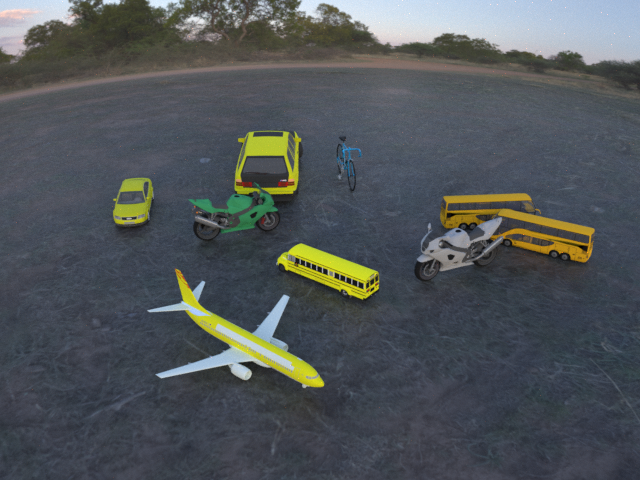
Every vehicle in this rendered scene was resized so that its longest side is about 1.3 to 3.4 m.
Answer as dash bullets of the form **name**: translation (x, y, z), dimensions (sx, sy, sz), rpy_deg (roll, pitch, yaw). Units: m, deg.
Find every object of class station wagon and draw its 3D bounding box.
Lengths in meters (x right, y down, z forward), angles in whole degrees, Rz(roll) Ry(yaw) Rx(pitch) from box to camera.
- **station wagon**: translation (-1.011, -1.704, 13.957), dimensions (1.327, 0.920, 3.105), rpy_deg (0, 27, -1)

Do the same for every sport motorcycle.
- **sport motorcycle**: translation (2.083, 0.130, 10.537), dimensions (1.520, 0.821, 0.506), rpy_deg (-13, 30, -23)
- **sport motorcycle**: translation (-1.397, -0.444, 11.642), dimensions (1.520, 0.821, 0.506), rpy_deg (-9, 29, -17)

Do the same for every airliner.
- **airliner**: translation (-0.945, 1.097, 8.663), dimensions (2.541, 0.835, 2.257), rpy_deg (20, 34, 34)

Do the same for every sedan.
- **sedan**: translation (-3.351, -0.741, 12.580), dimensions (0.635, 0.483, 1.613), rpy_deg (-4, 28, -7)

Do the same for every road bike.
- **road bike**: translation (0.509, -1.558, 13.751), dimensions (0.358, 0.852, 1.545), rpy_deg (-5, 28, -10)

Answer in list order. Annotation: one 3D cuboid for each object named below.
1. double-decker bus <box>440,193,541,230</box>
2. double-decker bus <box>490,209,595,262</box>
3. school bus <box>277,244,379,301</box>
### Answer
- **double-decker bus**: translation (2.918, -0.495, 12.043), dimensions (1.672, 0.541, 0.389), rpy_deg (-2, 28, -4)
- **double-decker bus**: translation (3.515, -0.089, 11.262), dimensions (1.672, 0.541, 0.389), rpy_deg (15, 31, 27)
- **school bus**: translation (0.075, 0.440, 10.361), dimensions (1.708, 0.434, 0.365), rpy_deg (20, 33, 33)
